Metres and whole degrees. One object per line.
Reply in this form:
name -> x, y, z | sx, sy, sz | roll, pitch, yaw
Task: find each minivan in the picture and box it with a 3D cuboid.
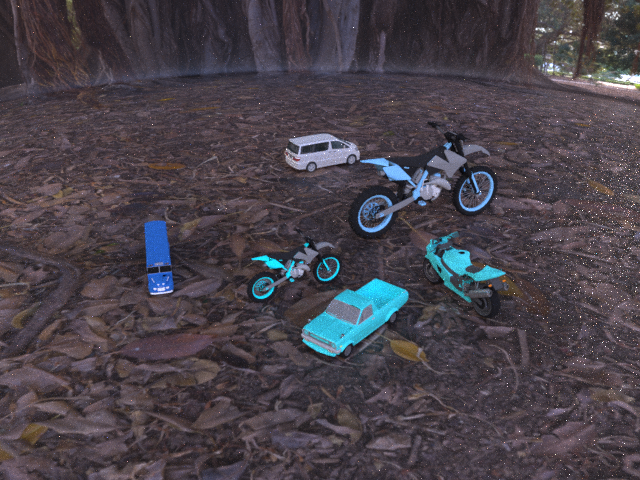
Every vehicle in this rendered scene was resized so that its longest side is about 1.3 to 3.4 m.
minivan -> 0.077, -1.838, 14.363 | 1.548, 0.616, 0.681 | -14, 30, -25

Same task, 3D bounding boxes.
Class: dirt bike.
dirt bike -> -0.340, 0.353, 9.704 | 1.493, 0.857, 0.527 | -14, 30, -26
dirt bike -> 1.760, -0.978, 11.465 | 2.903, 1.666, 1.024 | -12, 29, -23

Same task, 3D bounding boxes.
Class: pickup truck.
pickup truck -> 0.474, 0.925, 8.948 | 0.640, 0.511, 1.603 | 20, 33, 35

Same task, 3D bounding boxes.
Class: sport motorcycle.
sport motorcycle -> 1.925, 0.455, 9.540 | 0.506, 0.821, 1.520 | -16, 30, -28

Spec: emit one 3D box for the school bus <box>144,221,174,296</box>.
school bus -> -2.397, 0.253, 10.379 | 0.365, 0.434, 1.708 | -6, 27, -12
